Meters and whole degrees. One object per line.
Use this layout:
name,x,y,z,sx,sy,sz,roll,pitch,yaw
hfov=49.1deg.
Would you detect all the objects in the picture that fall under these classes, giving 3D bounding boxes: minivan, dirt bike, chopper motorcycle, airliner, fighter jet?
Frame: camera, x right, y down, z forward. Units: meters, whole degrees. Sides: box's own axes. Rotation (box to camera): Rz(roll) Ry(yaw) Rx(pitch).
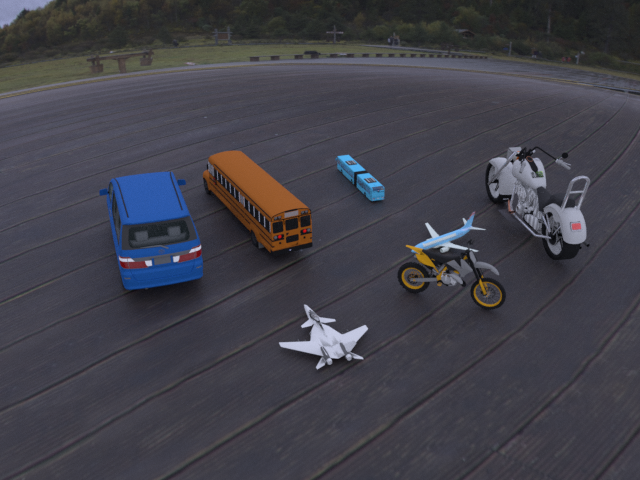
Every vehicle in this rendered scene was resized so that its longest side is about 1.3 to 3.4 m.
minivan,-2.571,-0.366,10.544,1.324,1.197,3.011,-9,29,-17
dirt bike,1.758,0.441,9.359,1.493,0.857,0.527,12,30,22
chopper motorcycle,3.370,-0.839,11.150,0.906,1.480,3.040,-5,28,-9
airliner,1.931,-0.099,10.863,1.307,0.429,1.161,-17,32,-29
fighter jet,0.018,1.080,8.747,1.147,0.286,1.358,-9,29,-17

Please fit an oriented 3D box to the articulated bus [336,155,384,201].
articulated bus,0.738,-1.177,13.093,0.311,0.289,1.749,-9,29,-17

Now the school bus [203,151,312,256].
school bus,-1.159,-0.733,11.634,0.709,0.844,3.322,-13,30,-24
